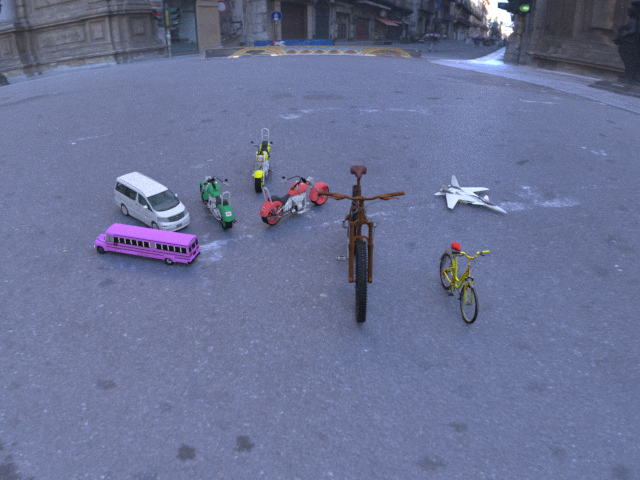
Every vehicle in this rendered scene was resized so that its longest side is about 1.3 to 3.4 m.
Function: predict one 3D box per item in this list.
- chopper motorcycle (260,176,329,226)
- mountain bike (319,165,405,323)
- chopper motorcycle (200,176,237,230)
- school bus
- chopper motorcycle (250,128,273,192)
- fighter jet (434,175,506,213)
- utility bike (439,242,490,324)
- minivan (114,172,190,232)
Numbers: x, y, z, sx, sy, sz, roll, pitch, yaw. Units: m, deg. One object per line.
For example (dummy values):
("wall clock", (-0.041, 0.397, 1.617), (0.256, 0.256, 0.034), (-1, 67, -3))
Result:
("chopper motorcycle", (-0.414, -0.771, 12.014), (0.466, 0.761, 1.563), (25, 38, 37))
("mountain bike", (0.548, -0.140, 9.946), (1.114, 1.688, 2.857), (0, 29, 1))
("chopper motorcycle", (-1.794, -0.755, 11.984), (0.466, 0.761, 1.563), (-13, 32, -21))
("school bus", (-2.722, 0.054, 10.880), (1.708, 0.434, 0.365), (8, 30, 15))
("chopper motorcycle", (-1.108, -1.531, 13.365), (0.466, 0.761, 1.563), (1, 29, 2))
("fighter jet", (2.765, -0.782, 12.518), (1.147, 0.286, 1.358), (-25, 38, -37))
("utility bike", (1.962, 0.457, 9.641), (0.535, 0.946, 1.435), (-5, 30, -9))
("minivan", (-2.876, -0.644, 11.937), (1.548, 0.616, 0.681), (25, 38, 37))
